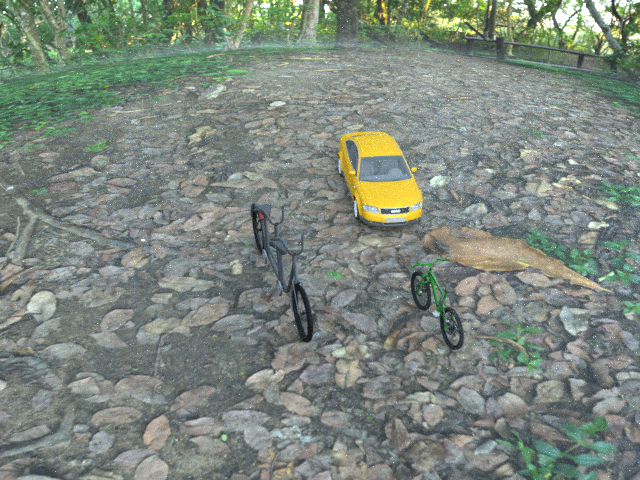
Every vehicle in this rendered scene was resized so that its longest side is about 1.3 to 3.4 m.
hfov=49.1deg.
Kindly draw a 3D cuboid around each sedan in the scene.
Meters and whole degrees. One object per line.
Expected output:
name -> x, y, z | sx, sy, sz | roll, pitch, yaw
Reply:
sedan -> 1.063, -1.272, 12.816 | 1.235, 0.940, 3.137 | -4, 30, -6

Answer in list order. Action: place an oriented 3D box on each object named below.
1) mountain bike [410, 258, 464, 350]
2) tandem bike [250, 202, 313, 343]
mountain bike -> 1.558, 0.793, 9.346 | 0.573, 0.868, 1.469 | -10, 32, -16
tandem bike -> -0.599, 0.147, 10.000 | 0.550, 1.326, 3.192 | -9, 32, -15
